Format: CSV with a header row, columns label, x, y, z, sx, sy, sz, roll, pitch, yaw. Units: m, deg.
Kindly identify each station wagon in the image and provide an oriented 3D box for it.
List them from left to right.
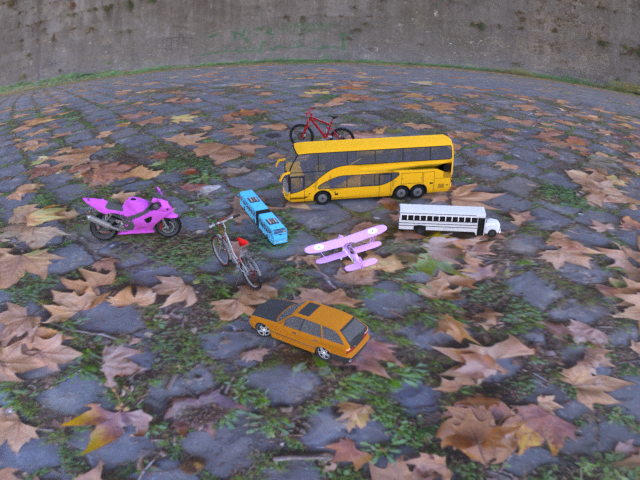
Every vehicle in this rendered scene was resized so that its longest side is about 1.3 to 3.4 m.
label,x,y,z,sx,sy,sz,roll,pitch,yaw
station wagon,-0.166,1.081,9.109,1.597,0.473,0.682,16,32,27

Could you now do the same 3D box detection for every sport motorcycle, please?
label,x,y,z,sx,sy,sz,roll,pitch,yaw
sport motorcycle,-3.058,-0.392,11.480,1.520,0.821,0.506,-3,28,-5

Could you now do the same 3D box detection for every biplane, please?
label,x,y,z,sx,sy,sz,roll,pitch,yaw
biplane,0.453,0.183,10.745,1.336,0.504,1.090,-9,30,-16

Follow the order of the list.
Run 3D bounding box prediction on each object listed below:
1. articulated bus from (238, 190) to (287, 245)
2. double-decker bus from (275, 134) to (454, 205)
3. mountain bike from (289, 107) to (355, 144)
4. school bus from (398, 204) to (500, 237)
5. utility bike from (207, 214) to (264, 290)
label,x,y,z,sx,sy,sz,roll,pitch,yaw
articulated bus,-0.999,-0.415,12.085,0.311,0.289,1.749,-12,31,-21
double-decker bus,0.831,-1.314,12.950,3.251,1.052,0.756,-4,29,-8
mountain bike,0.039,-2.339,15.051,1.469,0.868,0.573,8,29,14
school bus,2.179,-0.341,11.793,1.708,0.434,0.365,2,28,5
utility bike,-1.287,0.169,10.305,0.535,0.946,1.435,-20,34,-33
